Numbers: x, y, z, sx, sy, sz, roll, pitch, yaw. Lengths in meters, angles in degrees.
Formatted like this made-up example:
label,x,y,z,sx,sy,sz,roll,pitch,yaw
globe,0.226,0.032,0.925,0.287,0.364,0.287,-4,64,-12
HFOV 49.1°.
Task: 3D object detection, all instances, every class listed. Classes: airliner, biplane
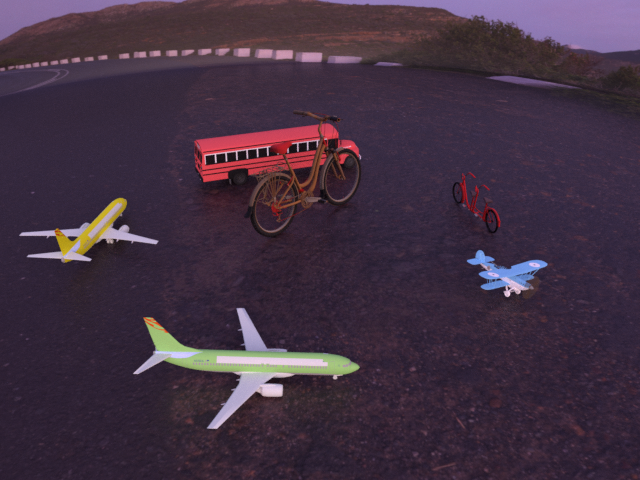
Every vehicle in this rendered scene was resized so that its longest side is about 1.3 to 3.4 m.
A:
label,x,y,z,sx,sy,sz,roll,pitch,yaw
airliner,-0.803,1.277,8.200,2.541,0.835,2.257,1,28,2
airliner,-3.621,-0.325,11.218,2.257,0.835,2.541,3,28,6
biplane,2.647,0.475,10.065,1.336,0.504,1.090,-18,33,-30

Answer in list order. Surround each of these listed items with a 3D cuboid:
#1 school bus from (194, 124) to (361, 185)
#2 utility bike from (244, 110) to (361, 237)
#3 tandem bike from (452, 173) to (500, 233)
label,x,y,z,sx,sy,sz,roll,pitch,yaw
school bus,-0.781,-1.728,13.852,3.322,0.844,0.709,-10,30,-19
utility bike,-0.296,-1.202,11.801,1.039,1.839,2.791,24,36,37
tandem bike,2.683,-0.696,12.082,0.283,0.682,1.642,-8,29,-15
